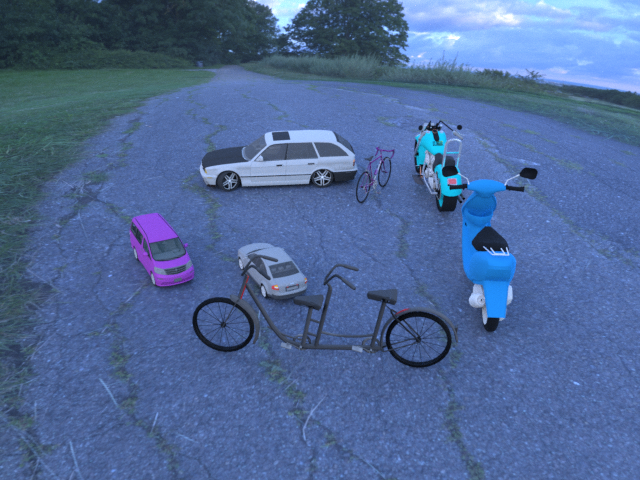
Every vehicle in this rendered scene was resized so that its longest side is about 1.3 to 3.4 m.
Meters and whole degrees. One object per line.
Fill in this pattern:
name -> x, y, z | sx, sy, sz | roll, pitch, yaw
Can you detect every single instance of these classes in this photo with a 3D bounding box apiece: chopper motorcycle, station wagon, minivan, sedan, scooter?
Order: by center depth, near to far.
scooter -> 2.280, -0.053, 9.607 | 1.288, 1.786, 2.721 | 2, 26, 4
sedan -> -0.727, 0.364, 10.247 | 0.635, 0.483, 1.613 | -12, 28, -24
minivan -> -2.408, 0.135, 10.574 | 0.681, 0.616, 1.548 | -13, 28, -26
chopper motorcycle -> 2.184, -1.608, 13.231 | 0.906, 1.480, 3.040 | -1, 25, -3
station wagon -> -0.838, -1.642, 13.953 | 3.105, 0.920, 1.327 | -3, 26, -6

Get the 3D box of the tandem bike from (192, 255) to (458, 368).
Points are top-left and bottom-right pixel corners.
tandem bike -> 0.026, 0.860, 8.225 | 3.192, 1.326, 0.550 | 3, 26, 7

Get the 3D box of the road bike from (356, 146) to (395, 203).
road bike -> 1.034, -1.265, 13.243 | 0.358, 0.852, 1.545 | 14, 29, 26
